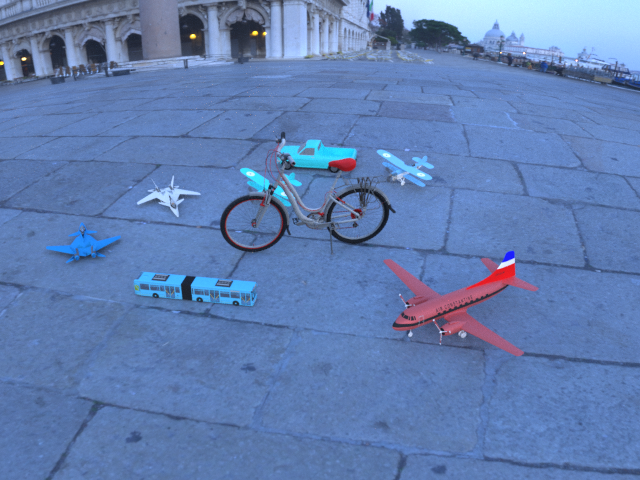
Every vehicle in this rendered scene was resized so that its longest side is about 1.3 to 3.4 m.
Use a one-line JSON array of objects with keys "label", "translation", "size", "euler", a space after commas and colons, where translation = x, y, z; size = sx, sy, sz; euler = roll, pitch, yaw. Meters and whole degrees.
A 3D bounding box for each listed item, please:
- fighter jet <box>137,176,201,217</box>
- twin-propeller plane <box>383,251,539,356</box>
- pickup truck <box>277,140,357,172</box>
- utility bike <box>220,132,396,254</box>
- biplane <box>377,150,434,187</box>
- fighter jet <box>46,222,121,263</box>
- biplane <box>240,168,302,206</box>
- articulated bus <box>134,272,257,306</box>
[{"label": "fighter jet", "translation": [-2.699, -0.768, 12.600], "size": [1.147, 0.286, 1.358], "euler": [-11, 30, -19]}, {"label": "twin-propeller plane", "translation": [1.820, 0.719, 9.256], "size": [2.129, 0.792, 2.663], "euler": [-16, 32, -28]}, {"label": "pickup truck", "translation": [-0.062, -1.728, 14.171], "size": [1.603, 0.511, 0.640], "euler": [4, 28, 8]}, {"label": "utility bike", "translation": [-0.142, -0.627, 10.677], "size": [2.791, 1.839, 1.039], "euler": [-5, 28, -9]}, {"label": "biplane", "translation": [1.716, -1.361, 13.486], "size": [1.090, 0.504, 1.336], "euler": [-23, 36, -37]}, {"label": "fighter jet", "translation": [-3.824, -0.075, 11.294], "size": [1.147, 0.286, 1.358], "euler": [-9, 29, -17]}, {"label": "biplane", "translation": [-0.822, -0.941, 12.695], "size": [1.336, 0.504, 1.090], "euler": [23, 35, 36]}, {"label": "articulated bus", "translation": [-1.743, 0.687, 9.854], "size": [1.749, 0.289, 0.311], "euler": [5, 28, 9]}]
